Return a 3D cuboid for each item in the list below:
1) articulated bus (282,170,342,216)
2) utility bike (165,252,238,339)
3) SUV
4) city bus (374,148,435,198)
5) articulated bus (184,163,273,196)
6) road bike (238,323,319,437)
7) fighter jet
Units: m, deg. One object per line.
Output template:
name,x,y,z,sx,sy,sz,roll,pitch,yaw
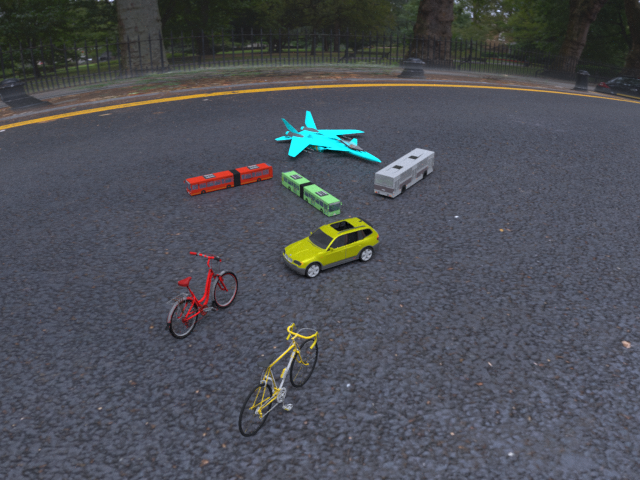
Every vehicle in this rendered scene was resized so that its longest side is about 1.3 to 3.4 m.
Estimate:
articulated bus,-0.188,-0.881,12.985,0.311,0.289,1.749,-16,31,-28
utility bike,-1.603,0.671,9.296,0.535,0.946,1.435,17,32,29
SUV,0.180,0.072,10.841,1.572,0.580,0.656,-16,31,-27
city bus,1.658,-1.297,13.599,0.476,0.460,1.674,18,32,30
articulated bus,-1.749,-1.187,13.573,1.749,0.289,0.311,-15,31,-27
road bike,-0.433,1.515,7.778,0.358,0.852,1.545,16,31,28
fighter jet,0.323,-2.189,15.204,2.640,0.557,2.229,24,36,38
